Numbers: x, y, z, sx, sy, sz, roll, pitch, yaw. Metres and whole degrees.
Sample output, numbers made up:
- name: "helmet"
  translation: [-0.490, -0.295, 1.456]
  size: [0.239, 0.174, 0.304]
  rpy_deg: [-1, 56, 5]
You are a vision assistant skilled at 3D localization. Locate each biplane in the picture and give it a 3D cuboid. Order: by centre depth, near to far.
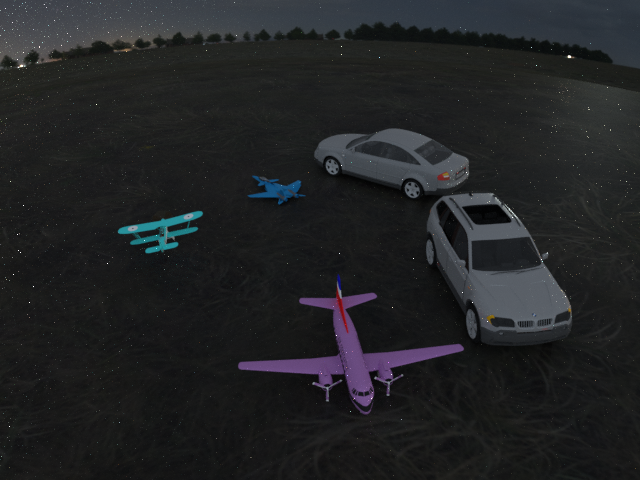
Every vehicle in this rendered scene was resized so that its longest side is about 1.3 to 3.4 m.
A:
- name: "biplane"
  translation: [-2.495, -0.075, 11.007]
  size: [1.336, 0.504, 1.090]
  rpy_deg: [-5, 29, -9]

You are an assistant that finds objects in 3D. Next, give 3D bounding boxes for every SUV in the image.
- name: "SUV"
  translation: [2.376, 0.278, 9.704]
  size: [1.276, 1.128, 3.058]
  rpy_deg: [-4, 29, -7]

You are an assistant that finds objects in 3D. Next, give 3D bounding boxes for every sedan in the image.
- name: "sedan"
  translation: [1.305, -1.610, 13.372]
  size: [3.137, 0.940, 1.235]
  rpy_deg: [19, 34, 31]

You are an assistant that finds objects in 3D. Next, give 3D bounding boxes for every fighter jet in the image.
- name: "fighter jet"
  translation: [-0.900, -1.058, 13.042]
  size: [1.147, 0.286, 1.358]
  rpy_deg: [-20, 34, -32]

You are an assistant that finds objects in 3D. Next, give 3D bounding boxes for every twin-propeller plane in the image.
- name: "twin-propeller plane"
  translation: [0.358, 1.221, 8.323]
  size: [2.663, 0.792, 2.129]
  rpy_deg: [-4, 29, -7]
